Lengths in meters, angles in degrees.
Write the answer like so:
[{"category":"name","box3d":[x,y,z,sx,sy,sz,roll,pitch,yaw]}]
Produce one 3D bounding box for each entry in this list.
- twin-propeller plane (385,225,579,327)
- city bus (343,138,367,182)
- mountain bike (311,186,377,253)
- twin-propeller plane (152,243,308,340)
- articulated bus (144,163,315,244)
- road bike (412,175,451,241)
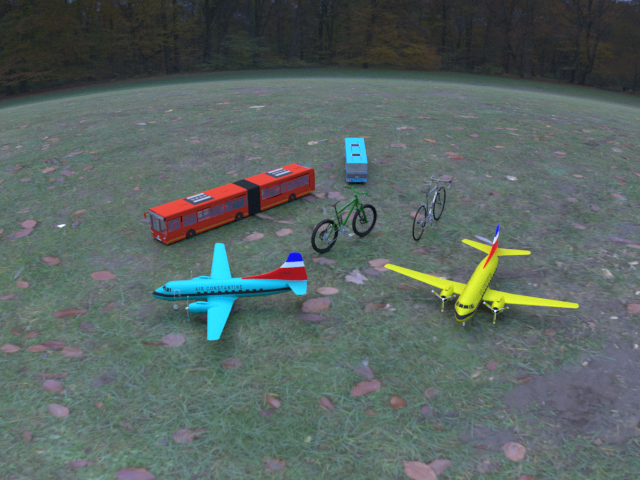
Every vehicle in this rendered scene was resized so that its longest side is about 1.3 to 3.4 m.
[{"category":"twin-propeller plane","box3d":[2.223,0.484,9.688,2.663,0.792,2.129,12,28,23]},{"category":"city bus","box3d":[0.736,-1.651,14.530,0.476,0.460,1.674,0,26,0]},{"category":"mountain bike","box3d":[0.412,-0.333,11.306,1.469,0.868,0.573,-22,33,-38]},{"category":"twin-propeller plane","box3d":[-1.222,0.563,9.524,2.129,0.792,2.663,-2,26,-5]},{"category":"articulated bus","box3d":[-1.470,-0.708,12.443,3.401,0.561,0.605,-23,34,-39]},{"category":"road bike","box3d":[1.864,-0.572,11.823,0.358,0.852,1.545,13,29,26]}]
